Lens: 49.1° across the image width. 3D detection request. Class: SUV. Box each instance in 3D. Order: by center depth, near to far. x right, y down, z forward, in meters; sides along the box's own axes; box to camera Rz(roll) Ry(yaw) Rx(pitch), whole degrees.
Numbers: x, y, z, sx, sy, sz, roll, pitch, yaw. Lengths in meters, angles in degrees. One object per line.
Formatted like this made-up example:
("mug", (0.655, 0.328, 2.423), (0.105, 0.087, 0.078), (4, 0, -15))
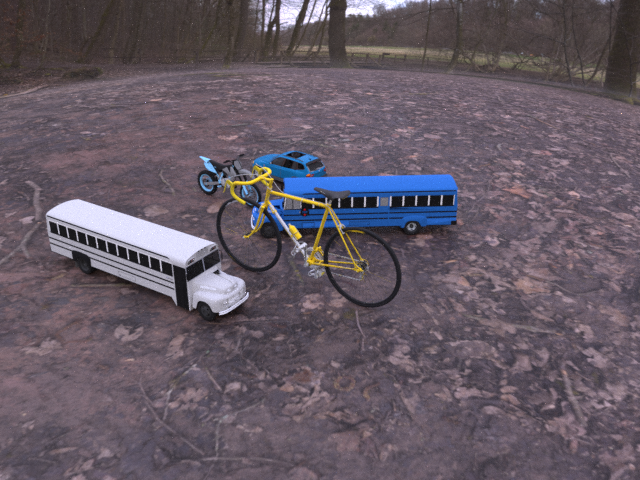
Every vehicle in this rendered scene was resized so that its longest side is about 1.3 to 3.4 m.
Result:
("SUV", (-0.592, -1.402, 13.325), (1.572, 0.580, 0.656), (20, 33, 35))

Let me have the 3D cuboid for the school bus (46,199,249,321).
("school bus", (-2.466, 0.220, 9.822), (3.322, 0.844, 0.709), (16, 31, 29))

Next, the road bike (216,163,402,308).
("road bike", (-0.244, -0.074, 9.505), (3.004, 1.656, 0.696), (16, 31, 28))

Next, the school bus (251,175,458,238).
("school bus", (0.535, -0.576, 11.397), (3.322, 0.844, 0.709), (-1, 27, -3))

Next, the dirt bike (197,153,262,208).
("dirt bike", (-1.625, -1.094, 12.407), (1.493, 0.857, 0.527), (18, 32, 31))
